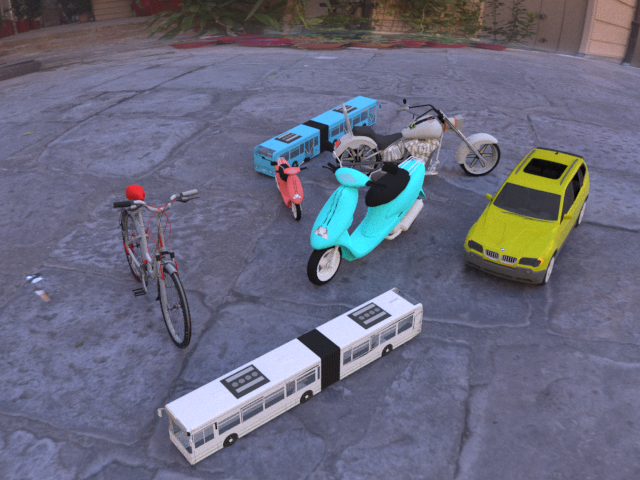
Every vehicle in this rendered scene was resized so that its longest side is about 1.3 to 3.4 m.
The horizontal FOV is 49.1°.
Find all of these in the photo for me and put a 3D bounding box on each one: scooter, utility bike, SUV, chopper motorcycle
[{"bbox_3d":[0.737,-0.562,10.152,1.288,1.786,2.721,25,39,34],"label":"scooter"},{"bbox_3d":[-0.521,-0.995,11.673,0.662,0.919,1.399,-8,33,-13],"label":"scooter"},{"bbox_3d":[-2.130,0.064,9.092,1.039,1.839,2.791,-17,35,-25],"label":"utility bike"},{"bbox_3d":[3.223,-0.469,10.626,1.276,1.128,3.058,18,36,26],"label":"SUV"},{"bbox_3d":[1.741,-1.769,12.388,3.040,1.480,0.906,-4,32,-6],"label":"chopper motorcycle"}]

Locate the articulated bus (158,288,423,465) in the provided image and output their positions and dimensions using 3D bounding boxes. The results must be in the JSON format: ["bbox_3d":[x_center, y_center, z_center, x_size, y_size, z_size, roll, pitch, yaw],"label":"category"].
[{"bbox_3d":[-0.176,1.456,8.060,3.401,0.561,0.605,-23,39,-32],"label":"articulated bus"}]

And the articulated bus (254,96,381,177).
[{"bbox_3d":[0.017,-2.092,13.780,0.605,0.561,3.401,22,38,31],"label":"articulated bus"}]
